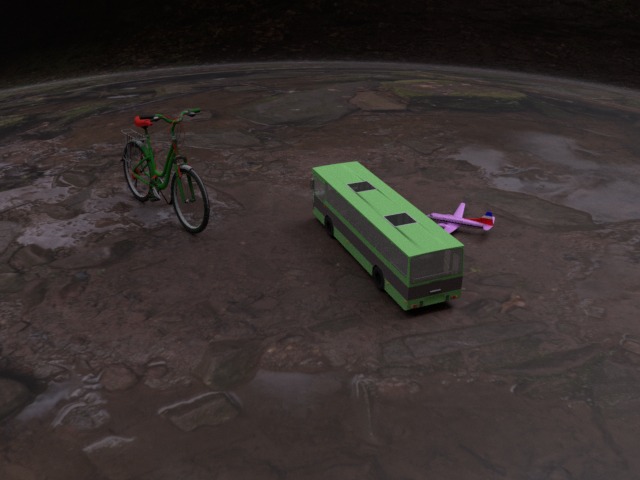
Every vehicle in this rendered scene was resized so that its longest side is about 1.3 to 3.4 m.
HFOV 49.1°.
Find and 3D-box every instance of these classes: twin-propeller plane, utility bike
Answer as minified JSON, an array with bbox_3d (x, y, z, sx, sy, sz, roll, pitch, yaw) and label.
[{"bbox_3d":[2.182,-0.337,11.004,1.095,0.407,1.370,12,29,21],"label":"twin-propeller plane"},{"bbox_3d":[-2.502,-1.288,11.292,1.039,1.839,2.791,-22,34,-36],"label":"utility bike"}]

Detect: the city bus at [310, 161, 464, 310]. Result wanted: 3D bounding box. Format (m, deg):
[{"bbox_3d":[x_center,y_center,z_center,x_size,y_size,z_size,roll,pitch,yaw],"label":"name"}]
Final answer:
[{"bbox_3d":[0.841,-0.143,10.087,0.926,0.894,3.255,-10,29,-20],"label":"city bus"}]
